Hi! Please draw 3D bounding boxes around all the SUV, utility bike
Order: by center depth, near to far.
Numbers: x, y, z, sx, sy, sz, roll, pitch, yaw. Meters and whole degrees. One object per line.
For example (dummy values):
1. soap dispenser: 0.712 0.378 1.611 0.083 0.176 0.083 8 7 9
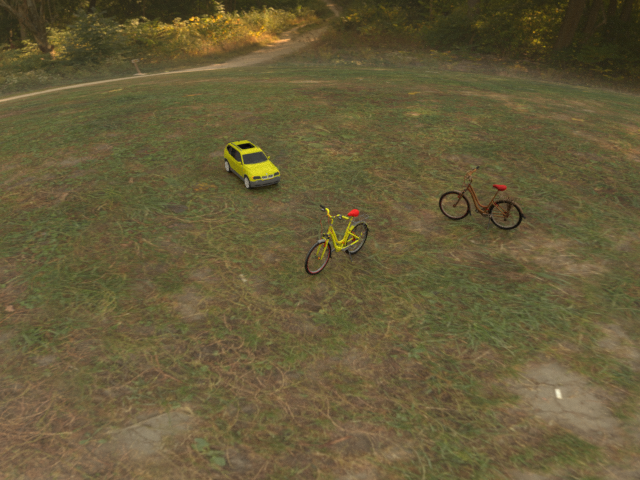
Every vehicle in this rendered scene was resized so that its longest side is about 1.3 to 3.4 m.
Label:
1. utility bike: 0.316 -0.059 10.136 0.535 0.946 1.435 23 35 37
2. utility bike: 2.608 -0.640 11.279 1.435 0.946 0.535 12 29 23
3. SUV: -1.321 -1.469 13.312 0.656 0.580 1.572 -14 30 -25
